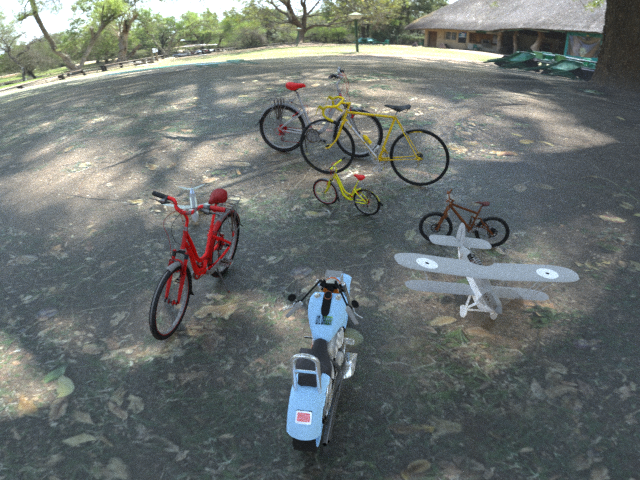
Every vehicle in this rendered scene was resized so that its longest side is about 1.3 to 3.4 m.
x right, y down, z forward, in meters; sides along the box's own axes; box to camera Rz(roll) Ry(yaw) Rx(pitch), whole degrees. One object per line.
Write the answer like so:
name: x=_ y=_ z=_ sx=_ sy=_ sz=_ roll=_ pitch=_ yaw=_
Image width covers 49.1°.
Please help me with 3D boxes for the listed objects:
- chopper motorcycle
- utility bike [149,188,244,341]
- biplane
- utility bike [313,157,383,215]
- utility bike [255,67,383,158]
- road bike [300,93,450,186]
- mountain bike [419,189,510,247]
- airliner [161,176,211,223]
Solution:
chopper motorcycle: x=0.071 y=1.097 z=8.294 sx=0.906 sy=1.480 sz=3.040 roll=4 pitch=29 yaw=8
utility bike: x=-1.592 y=0.086 z=9.737 sx=1.039 sy=1.839 sz=2.791 roll=9 pitch=30 yaw=16
biplane: x=2.259 y=0.460 z=9.947 sx=2.598 sy=0.981 sz=2.120 roll=-3 pitch=29 yaw=-5
utility bike: x=0.461 y=-0.927 z=12.471 sx=1.435 sy=0.946 sz=0.535 roll=16 pitch=33 yaw=26
utility bike: x=-0.023 y=-2.713 z=14.758 sx=2.791 sy=1.839 sz=1.039 roll=6 pitch=30 yaw=11
road bike: x=1.021 y=-1.925 z=13.532 sx=3.004 sy=1.656 sz=0.697 roll=9 pitch=30 yaw=16
mountain bike: x=2.363 y=-0.306 z=11.437 sx=1.469 sy=0.868 sz=0.573 roll=5 pitch=30 yaw=9
airliner: x=-2.291 y=-0.729 z=12.647 sx=1.161 sy=0.429 sz=1.307 roll=-6 pitch=30 yaw=-11
